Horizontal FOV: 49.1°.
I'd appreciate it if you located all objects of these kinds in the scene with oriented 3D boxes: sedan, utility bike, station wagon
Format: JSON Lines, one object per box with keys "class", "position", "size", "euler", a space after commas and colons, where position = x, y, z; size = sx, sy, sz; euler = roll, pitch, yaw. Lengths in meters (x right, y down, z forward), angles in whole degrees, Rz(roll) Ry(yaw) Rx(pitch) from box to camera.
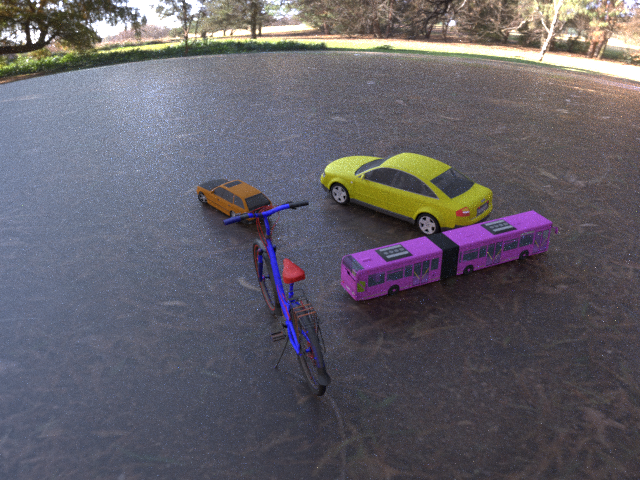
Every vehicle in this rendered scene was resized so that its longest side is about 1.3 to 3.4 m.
{"class": "sedan", "position": [1.401, -0.960, 11.929], "size": [3.137, 0.940, 1.235], "euler": [22, 36, 33]}
{"class": "utility bike", "position": [-0.507, 0.568, 8.295], "size": [1.039, 1.839, 2.791], "euler": [-10, 31, -17]}
{"class": "station wagon", "position": [-1.502, -0.766, 12.059], "size": [0.682, 0.473, 1.597], "euler": [-24, 37, -36]}

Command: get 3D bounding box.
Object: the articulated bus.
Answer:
{"class": "articulated bus", "position": [1.930, 0.198, 10.256], "size": [3.401, 0.561, 0.605], "euler": [-13, 32, -22]}
